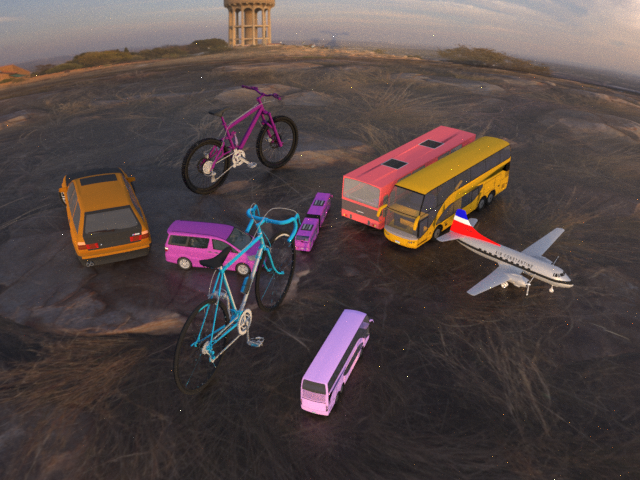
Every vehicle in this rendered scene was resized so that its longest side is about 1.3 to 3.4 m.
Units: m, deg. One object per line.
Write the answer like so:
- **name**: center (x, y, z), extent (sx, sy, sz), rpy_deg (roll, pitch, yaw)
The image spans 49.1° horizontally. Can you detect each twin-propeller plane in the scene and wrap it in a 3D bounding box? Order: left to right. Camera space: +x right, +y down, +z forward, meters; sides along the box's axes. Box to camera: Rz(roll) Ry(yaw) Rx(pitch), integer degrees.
- **twin-propeller plane**: center (2.856, 0.168, 10.589), extent (2.129, 0.792, 2.663), rpy_deg (25, 38, 37)

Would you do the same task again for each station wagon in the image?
- **station wagon**: center (-3.710, -0.645, 11.918), extent (1.327, 0.920, 3.105), rpy_deg (-11, 31, -19)

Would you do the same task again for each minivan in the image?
- **minivan**: center (-1.615, 0.095, 10.900), extent (1.548, 0.616, 0.681), rpy_deg (5, 29, 9)

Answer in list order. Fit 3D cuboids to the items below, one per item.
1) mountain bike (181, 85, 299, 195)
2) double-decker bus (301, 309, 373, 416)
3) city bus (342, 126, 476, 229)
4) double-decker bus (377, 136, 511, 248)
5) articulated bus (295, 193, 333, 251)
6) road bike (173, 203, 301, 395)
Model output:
- **mountain bike**: center (-1.480, -1.933, 13.444), extent (2.857, 1.688, 1.114), rpy_deg (-26, 38, -38)
- **double-decker bus**: center (0.224, 1.432, 8.575), extent (0.389, 0.541, 1.672), rpy_deg (11, 31, 18)
- **city bus**: center (1.707, -1.181, 12.908), extent (0.926, 0.894, 3.255), rpy_deg (22, 36, 34)
- **double-decker bus**: center (2.258, -0.859, 12.167), extent (0.756, 1.052, 3.251), rpy_deg (23, 36, 35)
- **articulated bus**: center (-0.102, -0.335, 12.010), extent (0.311, 0.289, 1.749), rpy_deg (6, 30, 10)
- **road bike**: center (-0.992, 0.630, 8.870), extent (0.696, 1.656, 3.004), rpy_deg (13, 31, 21)
